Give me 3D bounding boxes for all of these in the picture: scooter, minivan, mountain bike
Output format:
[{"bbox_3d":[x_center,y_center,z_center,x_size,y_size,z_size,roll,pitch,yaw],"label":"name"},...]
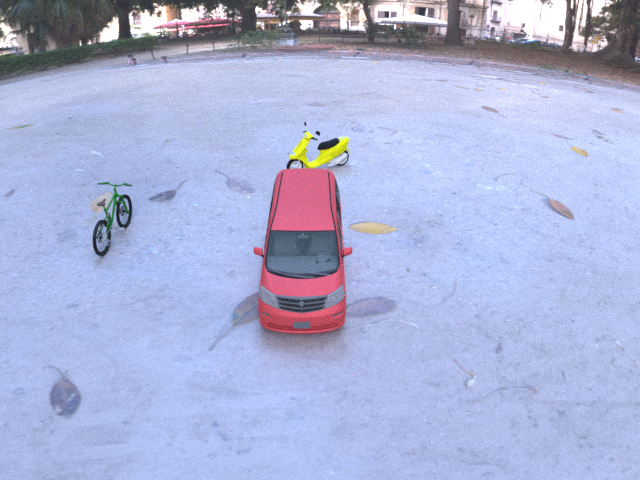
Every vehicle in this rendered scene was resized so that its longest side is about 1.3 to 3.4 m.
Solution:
[{"bbox_3d":[-0.011,-1.784,13.547,1.399,0.919,0.662,-14,32,-23],"label":"scooter"},{"bbox_3d":[-0.226,0.065,9.956,1.324,1.197,3.011,0,29,0],"label":"minivan"},{"bbox_3d":[-3.294,-0.388,11.104,0.573,0.868,1.469,4,29,7],"label":"mountain bike"}]
